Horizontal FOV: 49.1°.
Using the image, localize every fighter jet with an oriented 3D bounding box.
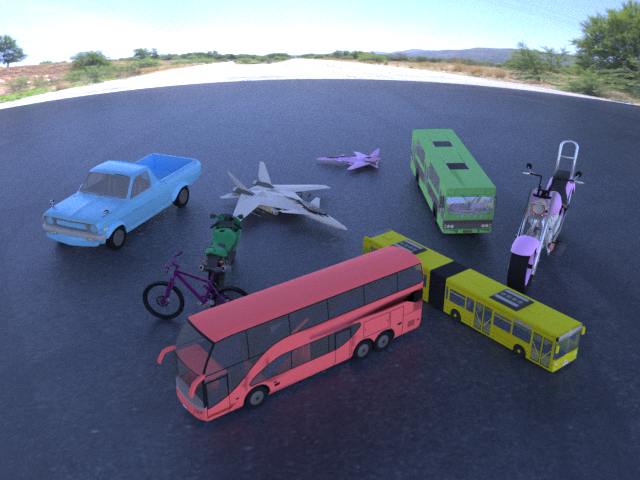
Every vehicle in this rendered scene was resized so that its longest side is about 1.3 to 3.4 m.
[{"bbox_3d":[-0.490,-0.717,12.148,2.640,0.557,2.229,23,34,39],"label":"fighter jet"},{"bbox_3d":[0.570,-1.731,14.584,1.358,0.286,1.147,4,26,9],"label":"fighter jet"}]

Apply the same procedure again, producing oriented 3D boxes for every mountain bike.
[{"bbox_3d":[-1.565,0.665,8.891,1.469,0.868,0.573,4,26,8],"label":"mountain bike"}]

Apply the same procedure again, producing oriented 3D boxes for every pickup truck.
[{"bbox_3d":[-3.253,-0.835,11.889,1.244,0.993,3.117,10,27,20],"label":"pickup truck"}]

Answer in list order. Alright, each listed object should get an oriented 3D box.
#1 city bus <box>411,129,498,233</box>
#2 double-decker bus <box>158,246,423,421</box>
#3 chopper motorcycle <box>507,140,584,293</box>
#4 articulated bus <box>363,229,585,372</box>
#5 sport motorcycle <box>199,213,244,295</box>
[{"bbox_3d":[2.291,-1.102,12.562,0.926,0.894,3.255,-1,26,-2],"label":"city bus"},{"bbox_3d":[-0.183,1.002,7.972,3.251,1.052,0.756,-18,31,-33],"label":"double-decker bus"},{"bbox_3d":[3.357,-0.420,10.454,0.906,1.480,3.040,13,29,26],"label":"chopper motorcycle"},{"bbox_3d":[1.838,0.682,9.212,0.605,0.561,3.401,-18,31,-33],"label":"articulated bus"},{"bbox_3d":[-1.387,0.158,10.009,0.506,0.821,1.520,2,26,4],"label":"sport motorcycle"}]
